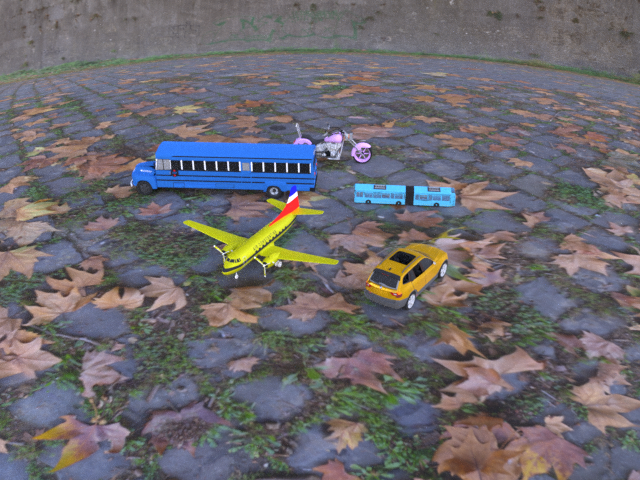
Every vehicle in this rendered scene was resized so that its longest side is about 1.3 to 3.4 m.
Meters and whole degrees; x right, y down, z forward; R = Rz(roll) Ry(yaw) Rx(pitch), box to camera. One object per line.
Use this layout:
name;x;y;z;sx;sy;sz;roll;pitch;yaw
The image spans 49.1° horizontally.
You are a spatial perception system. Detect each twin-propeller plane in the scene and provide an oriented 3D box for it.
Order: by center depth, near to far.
twin-propeller plane;-0.835;-0.118;10.432;2.663;0.792;2.129;15;32;24

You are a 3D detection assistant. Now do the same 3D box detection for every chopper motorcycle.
chopper motorcycle;0.242;-1.889;13.648;1.563;0.761;0.466;3;29;5

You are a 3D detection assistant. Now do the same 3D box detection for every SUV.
SUV;1.224;0.405;9.710;0.656;0.580;1.572;19;34;30

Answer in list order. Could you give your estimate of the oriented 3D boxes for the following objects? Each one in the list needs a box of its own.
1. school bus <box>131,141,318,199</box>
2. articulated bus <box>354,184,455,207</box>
school bus;-1.718;-1.272;12.453;3.322;0.844;0.709;2;29;3
articulated bus;1.451;-0.777;12.134;1.749;0.289;0.311;3;29;5
